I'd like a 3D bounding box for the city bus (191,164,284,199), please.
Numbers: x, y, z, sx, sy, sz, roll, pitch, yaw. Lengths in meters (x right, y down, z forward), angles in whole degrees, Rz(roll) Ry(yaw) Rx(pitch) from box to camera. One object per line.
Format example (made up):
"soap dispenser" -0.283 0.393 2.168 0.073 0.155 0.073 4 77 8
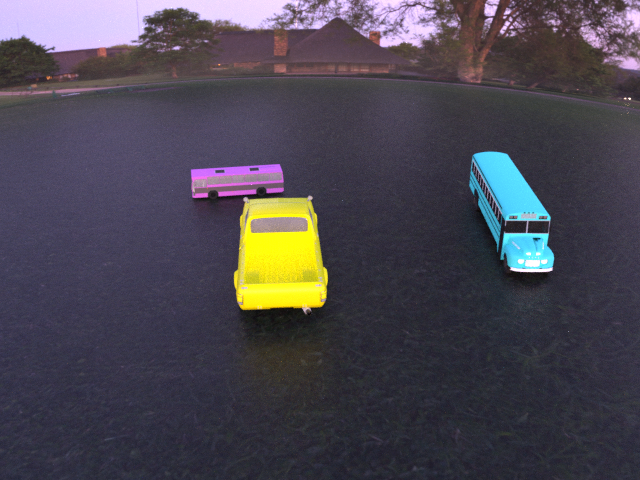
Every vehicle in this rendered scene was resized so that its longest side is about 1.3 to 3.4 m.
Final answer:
"city bus" -1.529 -1.072 12.952 1.674 0.460 0.476 -5 26 -9

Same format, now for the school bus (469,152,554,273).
"school bus" 3.055 -0.506 11.341 0.709 0.844 3.322 0 26 1

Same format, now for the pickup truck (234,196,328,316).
"pickup truck" -0.577 0.046 10.029 1.244 0.993 3.117 -2 26 -4
